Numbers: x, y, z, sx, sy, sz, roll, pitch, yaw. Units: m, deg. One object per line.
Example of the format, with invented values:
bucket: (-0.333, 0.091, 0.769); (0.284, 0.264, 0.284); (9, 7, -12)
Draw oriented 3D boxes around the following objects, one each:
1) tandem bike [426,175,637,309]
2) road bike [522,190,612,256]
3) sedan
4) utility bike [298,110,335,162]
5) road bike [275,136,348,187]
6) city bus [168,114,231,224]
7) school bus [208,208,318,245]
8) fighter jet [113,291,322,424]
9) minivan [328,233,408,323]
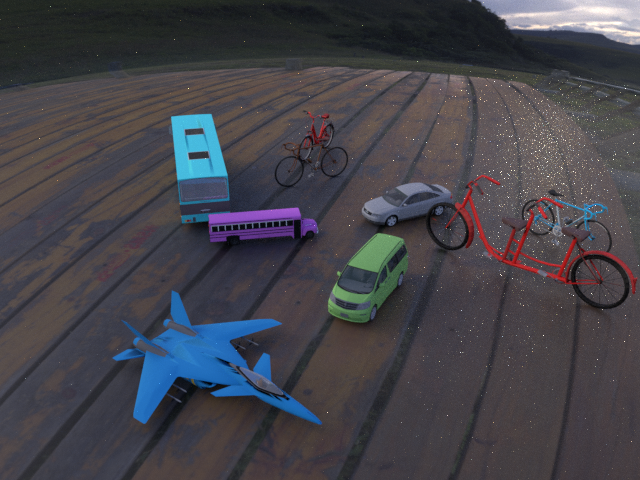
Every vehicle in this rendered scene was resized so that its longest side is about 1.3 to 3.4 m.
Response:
tandem bike: (2.812, -0.055, 9.699); (3.192, 1.326, 0.550); (23, 36, 36)
road bike: (3.744, -0.298, 10.660); (0.358, 0.852, 1.545); (-22, 35, -35)
sedan: (1.461, -0.647, 11.705); (1.613, 0.483, 0.635); (-13, 31, -23)
utility bike: (-0.012, -2.150, 14.034); (0.535, 0.946, 1.435); (16, 32, 27)
road bike: (-0.143, -1.465, 12.848); (1.545, 0.852, 0.358); (-15, 32, -26)
city bus: (-2.174, -1.318, 12.528); (0.926, 0.894, 3.255); (-6, 29, -11)
school bus: (-0.882, -0.226, 10.967); (1.708, 0.434, 0.365); (-5, 28, -9)
fighter jet: (-1.042, 1.376, 7.833); (2.640, 0.557, 2.229); (19, 34, 32)
minivan: (0.668, 0.494, 9.425); (0.681, 0.616, 1.548); (14, 31, 24)
